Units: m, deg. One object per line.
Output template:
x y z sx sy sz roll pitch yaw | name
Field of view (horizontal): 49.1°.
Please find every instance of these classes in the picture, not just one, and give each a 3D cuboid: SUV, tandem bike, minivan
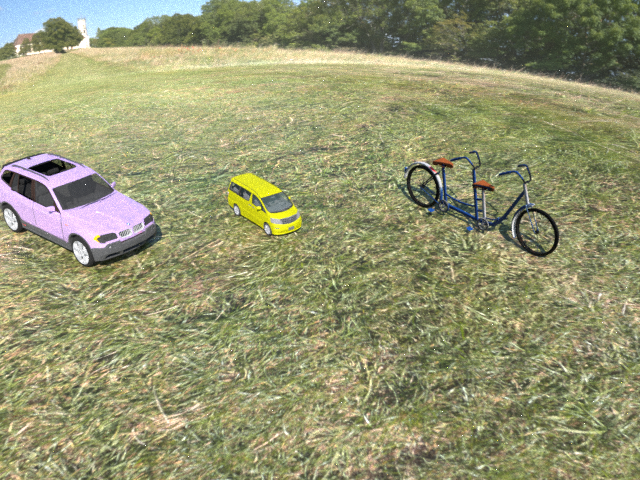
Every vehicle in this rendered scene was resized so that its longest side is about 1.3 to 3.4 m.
-3.994 -0.591 11.252 3.058 1.128 1.276 19 33 33 | SUV
2.542 -0.786 11.412 0.550 1.326 3.192 -21 34 -35 | tandem bike
-0.946 -0.615 11.852 0.681 0.616 1.548 -20 34 -33 | minivan
